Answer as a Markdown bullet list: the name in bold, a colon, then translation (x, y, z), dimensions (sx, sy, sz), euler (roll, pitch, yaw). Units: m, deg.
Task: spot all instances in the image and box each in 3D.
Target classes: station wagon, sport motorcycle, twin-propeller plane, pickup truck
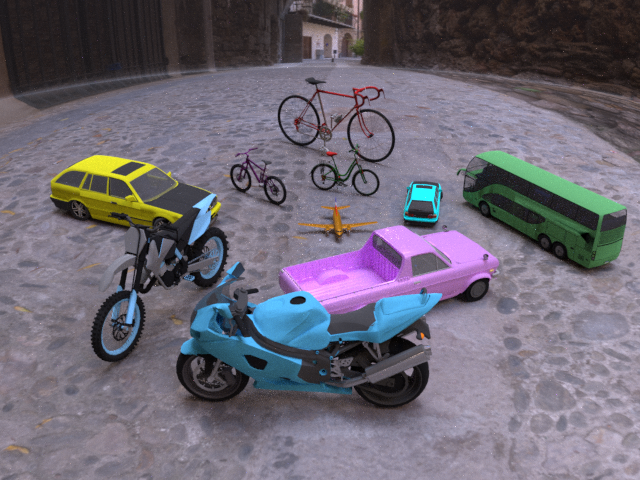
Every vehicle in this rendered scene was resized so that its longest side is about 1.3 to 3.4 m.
- **station wagon**: translation (1.886, -0.769, 12.752), dimensions (0.682, 0.473, 1.597), euler (5, 28, 10)
- **sport motorcycle**: translation (-0.174, 1.177, 7.835), dimensions (2.955, 1.596, 0.983), euler (1, 28, 2)
- **twin-propeller plane**: translation (0.300, -0.362, 12.048), dimensions (1.370, 0.407, 1.095), euler (-1, 28, -3)
- **pickup truck**: translation (1.013, 0.431, 9.906), dimensions (3.117, 0.993, 1.244), euler (-13, 30, -23)
- **station wagon**: translation (-3.278, -0.840, 12.406), dimensions (3.105, 0.920, 1.327), euler (12, 30, 22)

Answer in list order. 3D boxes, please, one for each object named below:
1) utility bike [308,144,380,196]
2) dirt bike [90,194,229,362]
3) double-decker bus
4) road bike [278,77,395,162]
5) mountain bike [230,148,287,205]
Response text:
- **utility bike**: translation (0.469, -1.367, 13.382), dimensions (1.435, 0.946, 0.535), euler (9, 29, 17)
- **dirt bike**: translation (-2.063, 0.338, 9.358), dimensions (1.024, 1.666, 2.903), euler (13, 30, 23)
- **double-decker bus**: translation (3.637, -0.626, 11.857), dimensions (0.756, 1.052, 3.251), euler (-14, 31, -25)
- **road bike**: translation (0.294, -2.643, 15.051), dimensions (3.004, 1.656, 0.697), euler (17, 32, 29)
- **mountain bike**: translation (-1.178, -1.195, 13.138), dimensions (1.469, 0.868, 0.573), euler (22, 35, 35)
